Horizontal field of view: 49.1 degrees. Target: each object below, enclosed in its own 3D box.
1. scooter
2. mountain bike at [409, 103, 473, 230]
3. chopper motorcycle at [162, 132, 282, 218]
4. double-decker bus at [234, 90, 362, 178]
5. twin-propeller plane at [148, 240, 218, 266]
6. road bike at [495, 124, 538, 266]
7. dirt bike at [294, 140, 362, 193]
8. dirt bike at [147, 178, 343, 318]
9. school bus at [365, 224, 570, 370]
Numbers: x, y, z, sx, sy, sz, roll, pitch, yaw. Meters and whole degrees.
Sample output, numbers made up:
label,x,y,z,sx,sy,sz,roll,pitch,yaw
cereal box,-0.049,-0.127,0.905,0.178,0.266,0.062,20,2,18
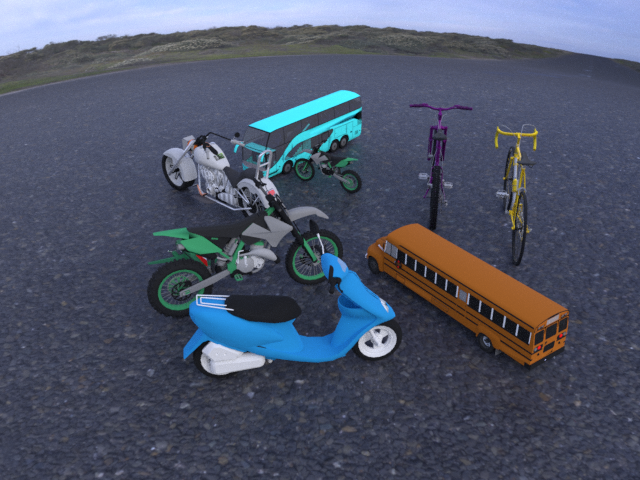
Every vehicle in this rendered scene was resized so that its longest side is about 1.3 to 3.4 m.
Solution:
label,x,y,z,sx,sy,sz,roll,pitch,yaw
scooter,-0.299,0.840,8.382,2.721,1.786,1.288,-5,30,-9
mountain bike,2.074,-1.406,12.428,1.114,1.688,2.857,4,30,8
chopper motorcycle,-1.843,-1.258,12.377,3.040,1.480,0.906,25,38,37
double-decker bus,-0.340,-2.195,14.456,0.756,1.052,3.251,23,37,34
twin-propeller plane,-2.012,0.175,10.943,1.370,0.407,1.095,-20,35,-31
road bike,3.211,-0.840,11.465,0.696,1.656,3.004,4,30,7
dirt bike,0.131,-1.393,13.244,1.493,0.857,0.527,17,34,27
dirt bike,-0.997,0.129,9.751,2.903,1.666,1.024,-12,32,-20
school bus,1.866,0.609,9.740,0.709,0.844,3.322,-19,35,-30
